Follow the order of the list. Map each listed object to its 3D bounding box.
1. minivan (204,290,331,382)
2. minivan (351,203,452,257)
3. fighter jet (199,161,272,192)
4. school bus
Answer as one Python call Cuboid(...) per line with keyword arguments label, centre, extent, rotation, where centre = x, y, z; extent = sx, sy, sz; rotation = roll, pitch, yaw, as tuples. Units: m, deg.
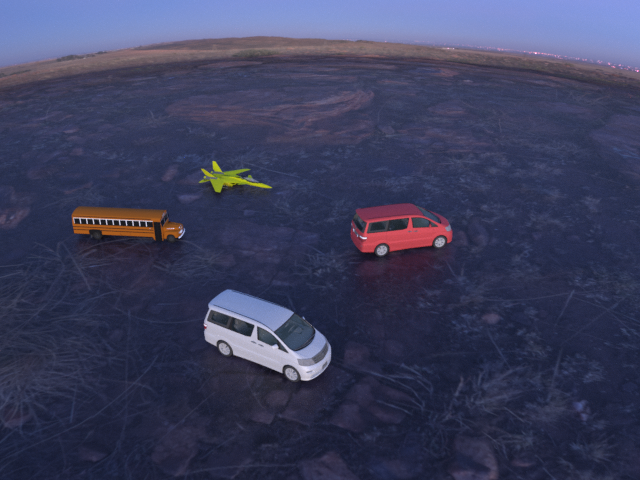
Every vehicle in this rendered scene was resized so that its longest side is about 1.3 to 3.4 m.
Cuboid(label="minivan", centre=(-0.616, 1.102, 8.236), extent=(1.548, 0.616, 0.681), rotation=(15, 32, 26))
Cuboid(label="minivan", centre=(1.263, -0.207, 10.670), extent=(1.548, 0.616, 0.681), rotation=(-8, 29, -14))
Cuboid(label="fighter jet", centre=(-1.483, -1.139, 12.752), extent=(1.358, 0.286, 1.147), rotation=(11, 30, 20))
Cuboid(label="school bus", centre=(-2.984, -0.256, 10.953), extent=(1.708, 0.434, 0.365), rotation=(3, 28, 5))
